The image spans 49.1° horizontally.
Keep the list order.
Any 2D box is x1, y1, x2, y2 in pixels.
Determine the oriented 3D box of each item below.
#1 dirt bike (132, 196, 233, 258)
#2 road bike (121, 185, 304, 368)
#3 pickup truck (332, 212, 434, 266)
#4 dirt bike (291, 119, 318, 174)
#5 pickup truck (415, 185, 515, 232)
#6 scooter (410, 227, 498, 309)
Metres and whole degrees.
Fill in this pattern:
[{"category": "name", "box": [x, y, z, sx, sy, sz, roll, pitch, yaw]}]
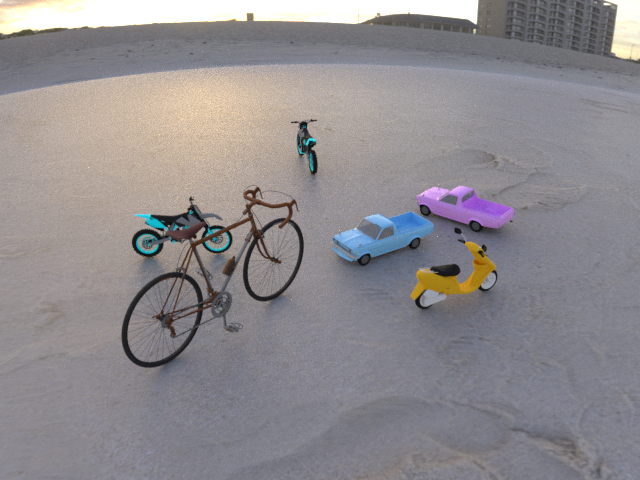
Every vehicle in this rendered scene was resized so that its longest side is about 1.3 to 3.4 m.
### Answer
[{"category": "dirt bike", "box": [-2.060, -0.155, 10.412, 1.493, 0.857, 0.527, -3, 27, -5]}, {"category": "road bike", "box": [-1.188, 0.370, 8.517, 0.696, 1.656, 3.004, 21, 34, 35]}, {"category": "pickup truck", "box": [0.972, -0.104, 10.691, 1.603, 0.511, 0.640, -17, 32, -29]}, {"category": "dirt bike", "box": [-0.273, -1.899, 13.803, 0.527, 0.857, 1.493, -7, 28, -13]}, {"category": "pickup truck", "box": [2.389, -0.578, 11.614, 1.603, 0.511, 0.640, 21, 34, 35]}, {"category": "scooter", "box": [1.822, 0.397, 9.272, 1.399, 0.919, 0.662, -13, 30, -24]}]
